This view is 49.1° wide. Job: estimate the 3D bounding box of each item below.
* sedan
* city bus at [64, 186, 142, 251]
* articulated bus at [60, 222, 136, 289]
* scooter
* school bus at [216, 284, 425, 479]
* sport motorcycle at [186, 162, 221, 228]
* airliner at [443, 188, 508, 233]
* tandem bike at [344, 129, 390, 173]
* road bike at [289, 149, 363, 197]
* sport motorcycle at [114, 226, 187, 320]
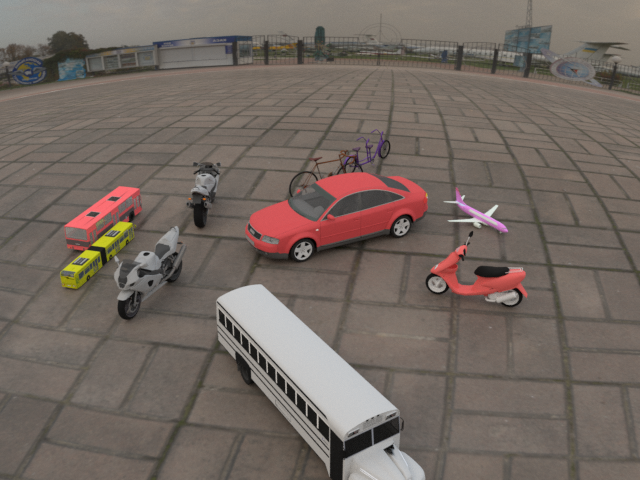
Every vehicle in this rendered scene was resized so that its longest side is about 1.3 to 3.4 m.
[{"bbox_3d":[0.295,-0.498,11.399,3.137,0.940,1.235,-14,30,-24],"label":"sedan"},{"bbox_3d":[-3.560,-0.353,11.641,0.476,0.460,1.674,8,28,14],"label":"city bus"},{"bbox_3d":[-3.377,0.203,10.757,0.311,0.289,1.749,7,28,13],"label":"articulated bus"},{"bbox_3d":[2.162,0.437,9.625,1.399,0.919,0.662,9,29,17],"label":"scooter"},{"bbox_3d":[-0.104,1.584,7.500,0.709,0.844,3.322,-16,32,-29],"label":"school bus"},{"bbox_3d":[-2.001,-0.826,12.157,0.506,0.821,1.520,1,27,1],"label":"sport motorcycle"},{"bbox_3d":[2.731,-0.494,11.944,1.161,0.429,1.307,-17,32,-29],"label":"airliner"},{"bbox_3d":[0.966,-1.799,14.179,0.283,0.682,1.642,20,34,34],"label":"tandem bike"},{"bbox_3d":[0.130,-1.179,12.804,1.545,0.852,0.358,-13,30,-24],"label":"road bike"},{"bbox_3d":[-2.354,0.446,9.713,0.506,0.821,1.520,10,29,18],"label":"sport motorcycle"}]
